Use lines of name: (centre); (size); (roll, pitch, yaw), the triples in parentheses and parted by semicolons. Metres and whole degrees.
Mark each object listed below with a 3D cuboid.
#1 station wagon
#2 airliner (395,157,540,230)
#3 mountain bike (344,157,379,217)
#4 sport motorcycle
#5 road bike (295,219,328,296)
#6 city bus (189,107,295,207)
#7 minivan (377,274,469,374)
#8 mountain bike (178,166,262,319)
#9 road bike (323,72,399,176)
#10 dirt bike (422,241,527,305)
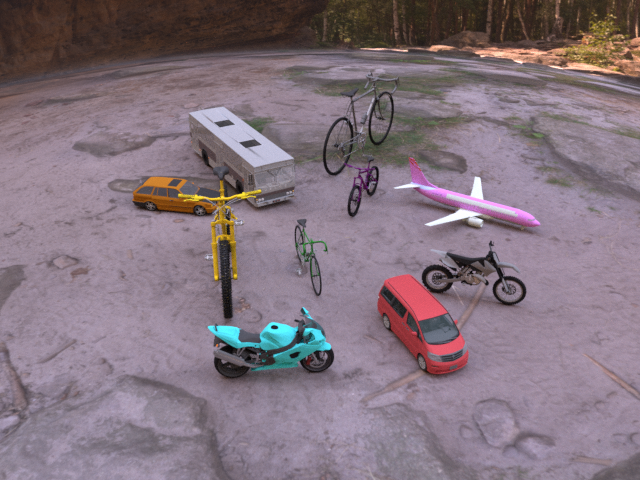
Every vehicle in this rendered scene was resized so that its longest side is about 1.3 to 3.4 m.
station wagon: (-2.562, -0.823, 12.642); (1.597, 0.473, 0.682); (6, 30, 11)
airliner: (2.631, -0.800, 12.240); (2.541, 0.835, 2.257); (18, 34, 28)
mountain bike: (0.793, -1.031, 12.608); (0.573, 0.868, 1.469); (13, 32, 21)
sport motorcycle: (-0.579, 1.315, 8.571); (1.520, 0.821, 0.506); (-2, 30, -4)
road bike: (-0.192, 0.181, 10.515); (0.358, 0.852, 1.545); (-8, 31, -13)
city bus: (-1.593, -1.661, 13.679); (0.926, 0.894, 3.255); (-16, 34, -26)
minivan: (1.339, 1.081, 9.185); (0.681, 0.616, 1.548); (-12, 32, -20)
mountain bike: (-1.407, -0.158, 10.266); (1.114, 1.688, 2.857); (-3, 30, -6)
road bike: (0.845, -2.438, 14.267); (0.696, 1.656, 3.004); (17, 34, 27)
dirt bike: (2.207, 0.472, 10.002); (1.493, 0.857, 0.527); (9, 31, 16)
